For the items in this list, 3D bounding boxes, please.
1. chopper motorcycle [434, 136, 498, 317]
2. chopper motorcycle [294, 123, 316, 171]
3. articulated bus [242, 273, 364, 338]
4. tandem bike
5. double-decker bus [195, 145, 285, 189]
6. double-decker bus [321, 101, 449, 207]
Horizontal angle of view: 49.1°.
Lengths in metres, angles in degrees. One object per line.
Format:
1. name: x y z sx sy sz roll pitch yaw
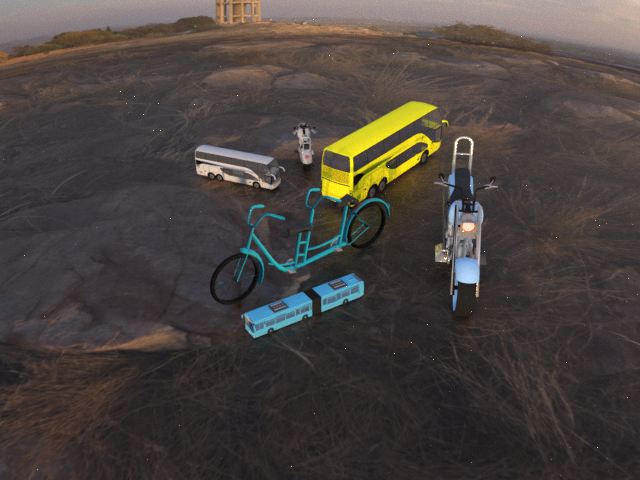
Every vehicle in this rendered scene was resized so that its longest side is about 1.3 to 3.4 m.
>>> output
1. chopper motorcycle: 2.057 -0.269 10.054 0.906 1.480 3.040 4 32 6
2. chopper motorcycle: -0.300 -1.898 13.401 0.466 0.761 1.563 -3 32 -5
3. articulated bus: -0.192 0.861 9.350 1.749 0.289 0.311 -18 36 -27
4. tandem bike: -0.184 -0.088 9.906 3.192 1.326 0.550 -22 38 -32
5. double-decker bus: -1.467 -1.312 12.655 1.672 0.541 0.389 13 34 20
6. double-decker bus: 1.222 -1.646 12.712 0.756 1.052 3.251 22 38 31
